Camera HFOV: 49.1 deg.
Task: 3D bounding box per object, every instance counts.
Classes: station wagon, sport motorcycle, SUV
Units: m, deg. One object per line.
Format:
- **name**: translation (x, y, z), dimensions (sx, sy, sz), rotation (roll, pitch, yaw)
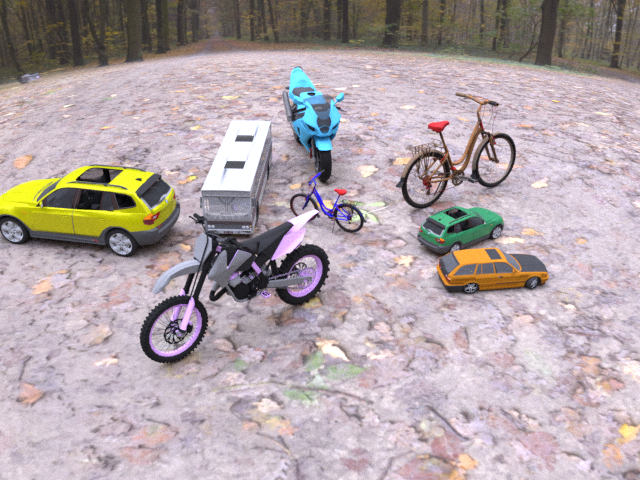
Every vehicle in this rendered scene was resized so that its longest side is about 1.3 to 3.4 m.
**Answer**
- **station wagon**: translation (2.548, 0.402, 10.272), dimensions (1.597, 0.473, 0.682), rotation (-4, 30, -6)
- **sport motorcycle**: translation (-0.184, -2.375, 14.032), dimensions (0.983, 1.596, 2.955), rotation (-6, 30, -11)
- **SUV**: translation (2.293, -0.237, 11.292), dimensions (1.572, 0.580, 0.656), rotation (-20, 35, -31)
- **SUV**: translation (-3.831, -0.597, 11.370), dimensions (3.058, 1.128, 1.276), rotation (6, 30, 11)

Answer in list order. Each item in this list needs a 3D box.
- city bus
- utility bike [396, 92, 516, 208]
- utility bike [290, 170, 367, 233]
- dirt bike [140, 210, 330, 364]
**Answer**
- **city bus**: translation (-1.424, -1.184, 12.643), dimensions (0.926, 0.894, 3.255), rotation (1, 30, 2)
- **utility bike**: translation (2.447, -1.641, 12.492), dimensions (2.791, 1.839, 1.039), rotation (-17, 34, -27)
- **utility bike**: translation (0.099, -0.601, 11.563), dimensions (1.435, 0.946, 0.535), rotation (14, 33, 24)
- **dirt bike**: translation (-1.002, 0.470, 8.942), dimensions (2.903, 1.666, 1.024), rotation (-22, 36, -34)
